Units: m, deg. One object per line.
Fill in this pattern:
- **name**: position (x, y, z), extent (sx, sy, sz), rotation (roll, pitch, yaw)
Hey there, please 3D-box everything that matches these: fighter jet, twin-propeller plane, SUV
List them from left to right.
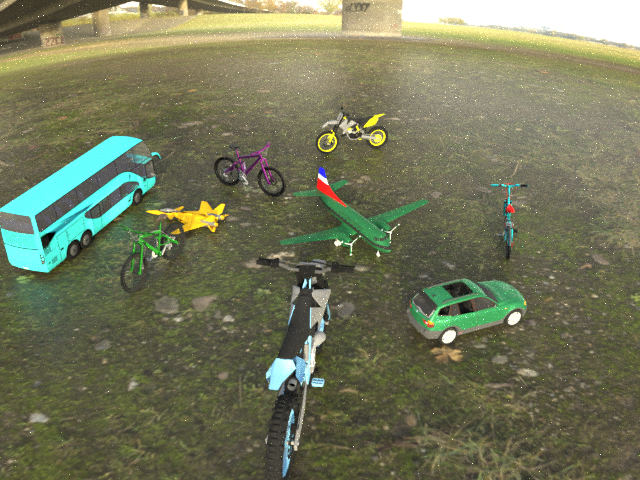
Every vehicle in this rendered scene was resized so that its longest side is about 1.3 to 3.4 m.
- **fighter jet**: position (-2.218, -0.449, 11.335), extent (1.358, 0.286, 1.147), rotation (9, 32, 14)
- **twin-propeller plane**: position (0.480, -0.429, 10.805), extent (2.663, 0.792, 2.129), rotation (-16, 34, -26)
- **SUV**: position (1.887, 0.813, 8.911), extent (1.572, 0.580, 0.656), rotation (-12, 33, -19)

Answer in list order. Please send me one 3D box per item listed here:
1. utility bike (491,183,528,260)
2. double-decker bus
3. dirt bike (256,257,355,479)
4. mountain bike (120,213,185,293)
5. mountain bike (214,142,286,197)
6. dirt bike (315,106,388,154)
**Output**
- **utility bike**: position (2.793, -0.353, 10.524), extent (0.535, 0.946, 1.435), rotation (6, 31, 10)
- **double-decker bus**: position (-3.640, -0.692, 10.994), extent (0.756, 1.052, 3.251), rotation (10, 32, 16)
- **dirt bike**: position (-0.205, 1.103, 7.353), extent (1.024, 1.666, 2.903), rotation (5, 31, 8)
- **mountain bike**: position (-2.348, 0.102, 9.831), extent (0.573, 0.868, 1.469), rotation (13, 33, 20)
- **mountain bike**: position (-1.231, -1.236, 12.095), extent (1.469, 0.868, 0.573), rotation (15, 34, 24)
- **dirt bike**: position (0.635, -2.122, 13.604), extent (1.493, 0.857, 0.527), rotation (-8, 32, -14)
